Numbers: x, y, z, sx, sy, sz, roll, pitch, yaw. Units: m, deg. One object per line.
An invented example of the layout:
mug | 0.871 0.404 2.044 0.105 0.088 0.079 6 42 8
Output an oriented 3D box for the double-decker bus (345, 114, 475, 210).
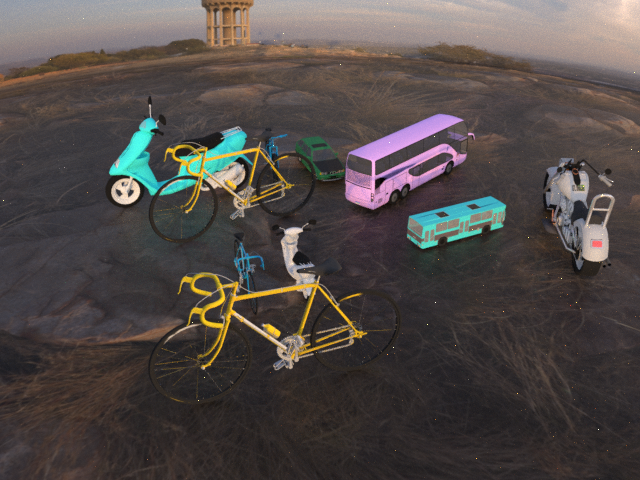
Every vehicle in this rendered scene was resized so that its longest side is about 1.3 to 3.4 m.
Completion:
double-decker bus | 1.731 -1.545 13.167 0.756 1.052 3.251 23 37 36

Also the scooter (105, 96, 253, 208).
scooter | -2.499 -1.564 12.441 2.721 1.786 1.288 -11 31 -20

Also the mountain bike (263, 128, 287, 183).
mountain bike | -0.953 -1.722 13.678 0.573 0.868 1.469 -6 29 -10

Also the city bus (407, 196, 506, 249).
city bus | 2.248 -0.278 11.483 1.674 0.460 0.476 -14 32 -24

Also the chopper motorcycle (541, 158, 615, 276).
chopper motorcycle | 4.014 -0.632 11.070 0.906 1.480 3.040 2 29 4

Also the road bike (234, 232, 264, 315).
road bike | -1.059 0.392 9.864 0.358 0.852 1.545 -8 30 -15

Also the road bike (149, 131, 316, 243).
road bike | -1.363 -0.927 11.421 3.004 1.656 0.696 -16 33 -27

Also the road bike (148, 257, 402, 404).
road bike | -0.441 1.003 7.923 3.004 1.656 0.696 -9 30 -16

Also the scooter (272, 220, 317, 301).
scooter | -0.321 0.224 10.098 0.662 0.919 1.399 -9 30 -15

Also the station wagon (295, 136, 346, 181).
station wagon | -0.003 -1.657 13.969 0.682 0.473 1.597 -10 30 -17
